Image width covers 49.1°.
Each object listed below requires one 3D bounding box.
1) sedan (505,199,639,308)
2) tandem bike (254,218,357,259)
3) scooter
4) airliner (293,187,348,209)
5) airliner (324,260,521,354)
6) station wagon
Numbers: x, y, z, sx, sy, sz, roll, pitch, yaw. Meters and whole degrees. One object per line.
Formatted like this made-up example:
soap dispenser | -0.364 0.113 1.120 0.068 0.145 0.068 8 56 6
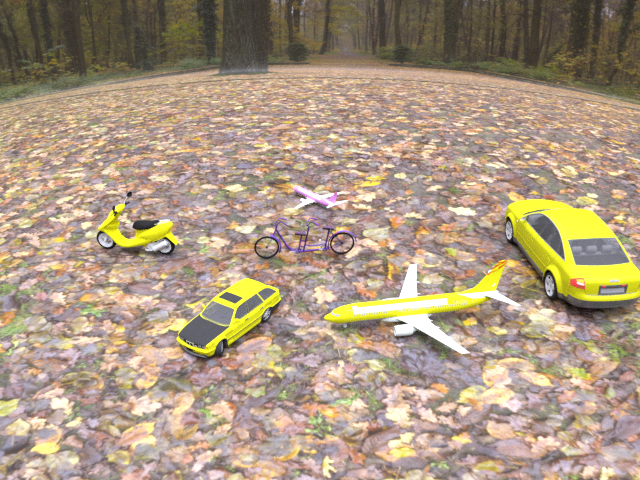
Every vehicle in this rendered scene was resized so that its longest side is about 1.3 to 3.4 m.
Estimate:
sedan | 3.785 -0.007 10.743 1.235 0.940 3.137 -3 27 -5
tandem bike | -0.225 -0.039 11.089 1.642 0.682 0.283 -3 27 -7
scooter | -2.960 -0.224 11.190 1.399 0.919 0.662 5 28 10
airliner | -0.091 -0.875 12.995 1.161 0.429 1.307 -21 34 -35
airliner | 1.307 0.735 9.413 2.541 0.835 2.257 -4 27 -9
station wagon | -1.202 0.979 9.333 0.682 0.473 1.597 17 32 30
